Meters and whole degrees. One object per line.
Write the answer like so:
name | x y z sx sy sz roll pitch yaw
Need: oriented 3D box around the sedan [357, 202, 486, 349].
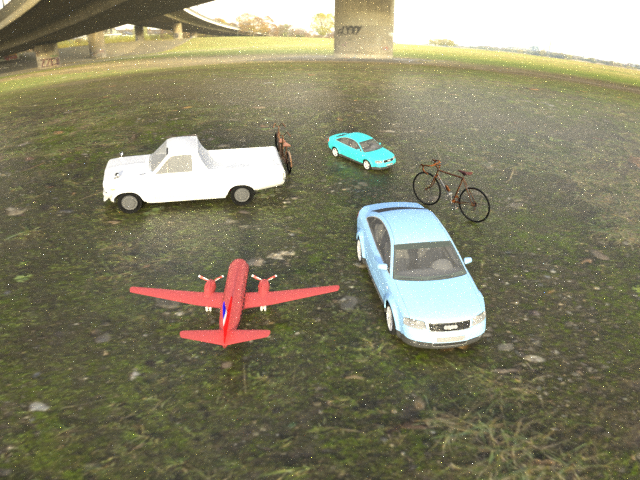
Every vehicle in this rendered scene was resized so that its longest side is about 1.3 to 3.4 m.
sedan | 1.268 0.265 9.298 1.235 0.940 3.137 -4 28 -8

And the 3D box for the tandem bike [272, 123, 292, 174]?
tandem bike | -0.728 -1.837 13.652 0.283 0.682 1.642 -6 28 -12

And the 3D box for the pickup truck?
pickup truck | -2.179 -1.227 12.130 3.117 0.993 1.244 -5 28 -9

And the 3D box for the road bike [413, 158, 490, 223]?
road bike | 2.148 -0.831 11.517 1.545 0.852 0.358 24 36 39

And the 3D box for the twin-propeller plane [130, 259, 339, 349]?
twin-propeller plane | -1.081 0.651 8.712 2.663 0.792 2.129 0 27 -1

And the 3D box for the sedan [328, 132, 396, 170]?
sedan | 0.817 -1.806 13.808 0.635 0.483 1.613 -21 34 -34
